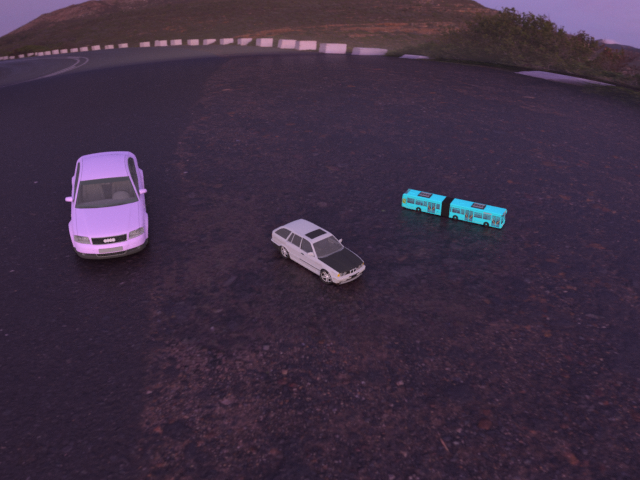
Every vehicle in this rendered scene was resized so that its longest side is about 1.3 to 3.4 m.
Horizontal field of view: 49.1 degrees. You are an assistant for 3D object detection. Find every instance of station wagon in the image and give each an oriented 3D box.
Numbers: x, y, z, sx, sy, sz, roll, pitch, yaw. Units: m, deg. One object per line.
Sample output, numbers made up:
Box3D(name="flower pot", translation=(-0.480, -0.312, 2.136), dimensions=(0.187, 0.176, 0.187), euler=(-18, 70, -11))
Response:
Box3D(name="station wagon", translation=(-0.039, 0.125, 10.311), dimensions=(0.682, 0.473, 1.597), euler=(-23, 36, -35))

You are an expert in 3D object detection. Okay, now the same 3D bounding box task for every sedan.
Box3D(name="sedan", translation=(-3.453, -0.737, 11.401), dimensions=(1.235, 0.940, 3.137), euler=(-8, 30, -13))

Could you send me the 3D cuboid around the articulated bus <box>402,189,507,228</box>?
Box3D(name="articulated bus", translation=(2.229, -0.530, 11.700), dimensions=(1.749, 0.289, 0.311), euler=(14, 32, 24))
